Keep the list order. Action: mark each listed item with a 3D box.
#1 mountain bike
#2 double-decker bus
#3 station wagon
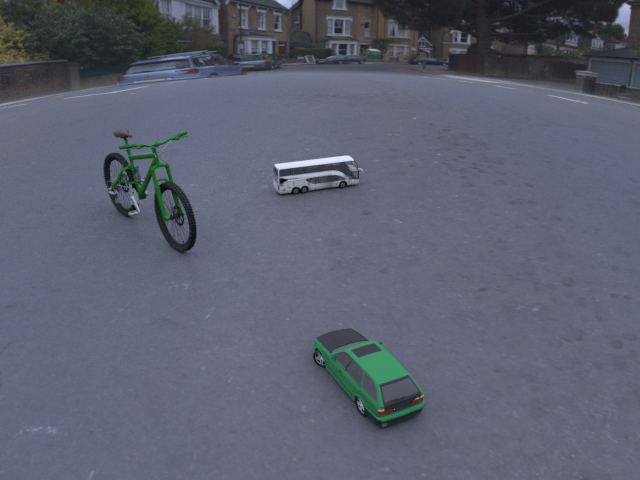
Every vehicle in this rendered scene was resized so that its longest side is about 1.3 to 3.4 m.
[{"bbox_3d":[-2.775,-0.907,11.041,1.114,1.688,2.857,-21,33,-36],"label":"mountain bike"},{"bbox_3d":[-0.036,-1.212,12.983,1.672,0.541,0.389,-9,27,-18],"label":"double-decker bus"},{"bbox_3d":[0.488,1.386,7.708,0.682,0.473,1.597,-13,29,-24],"label":"station wagon"}]
